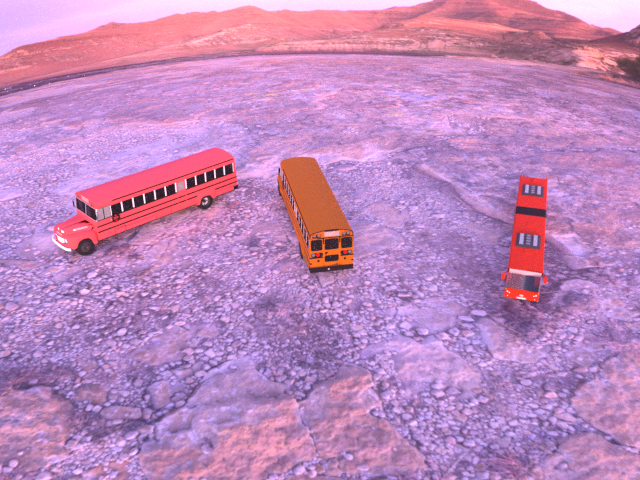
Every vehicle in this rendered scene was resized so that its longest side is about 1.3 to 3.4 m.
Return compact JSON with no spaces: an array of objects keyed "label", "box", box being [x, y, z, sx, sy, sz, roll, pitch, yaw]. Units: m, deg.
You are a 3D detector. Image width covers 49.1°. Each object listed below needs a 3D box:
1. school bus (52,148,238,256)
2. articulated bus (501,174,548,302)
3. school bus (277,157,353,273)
[{"label":"school bus","box":[-2.905,-0.709,11.835,3.322,0.844,0.709,-26,38,-37]},{"label":"articulated bus","box":[3.302,-0.142,11.118,0.605,0.561,3.401,8,30,15]},{"label":"school bus","box":[-0.161,-0.564,11.579,0.709,0.844,3.322,-6,30,-10]}]
